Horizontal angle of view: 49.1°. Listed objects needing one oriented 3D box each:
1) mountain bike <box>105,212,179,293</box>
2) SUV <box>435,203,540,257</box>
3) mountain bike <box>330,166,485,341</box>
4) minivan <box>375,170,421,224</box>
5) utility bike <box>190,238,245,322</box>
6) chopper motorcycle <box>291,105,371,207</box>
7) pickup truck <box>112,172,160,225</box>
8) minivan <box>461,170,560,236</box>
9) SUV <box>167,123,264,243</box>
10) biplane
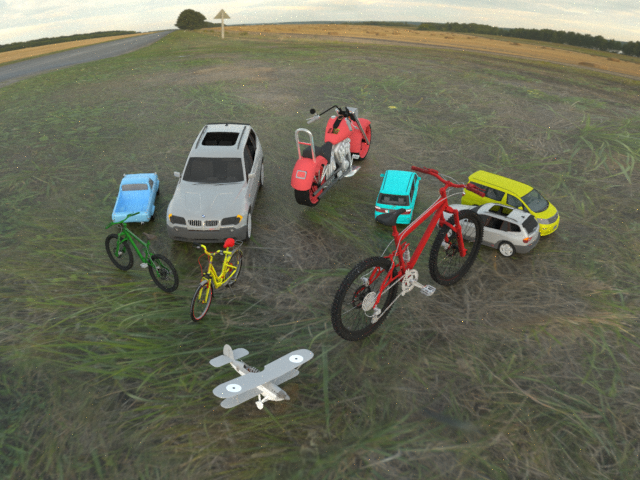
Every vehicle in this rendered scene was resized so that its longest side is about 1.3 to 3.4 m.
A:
[{"bbox_3d":[-2.456,0.174,9.522,1.469,0.868,0.573,21,36,32],"label":"mountain bike"},{"bbox_3d":[2.517,-0.252,10.557,1.572,0.580,0.656,19,35,30],"label":"SUV"},{"bbox_3d":[1.199,0.148,8.742,2.857,1.688,1.114,-25,38,-36],"label":"mountain bike"},{"bbox_3d":[1.282,-0.805,11.487,0.681,0.616,1.548,6,30,10],"label":"minivan"},{"bbox_3d":[-1.275,0.400,9.050,0.535,0.946,1.435,11,32,18],"label":"utility bike"},{"bbox_3d":[0.286,-1.679,12.144,0.906,1.480,3.040,12,32,20],"label":"chopper motorcycle"},{"bbox_3d":[-3.006,-0.731,11.463,0.640,0.511,1.603,-3,30,-6],"label":"pickup truck"},{"bbox_3d":[3.034,-0.592,11.115,1.548,0.616,0.681,24,38,35],"label":"minivan"},{"bbox_3d":[-1.630,-1.002,11.316,1.276,1.128,3.058,1,30,2],"label":"SUV"},{"bbox_3d":[-0.692,1.473,7.618,1.090,0.504,1.336,26,39,37],"label":"biplane"}]
